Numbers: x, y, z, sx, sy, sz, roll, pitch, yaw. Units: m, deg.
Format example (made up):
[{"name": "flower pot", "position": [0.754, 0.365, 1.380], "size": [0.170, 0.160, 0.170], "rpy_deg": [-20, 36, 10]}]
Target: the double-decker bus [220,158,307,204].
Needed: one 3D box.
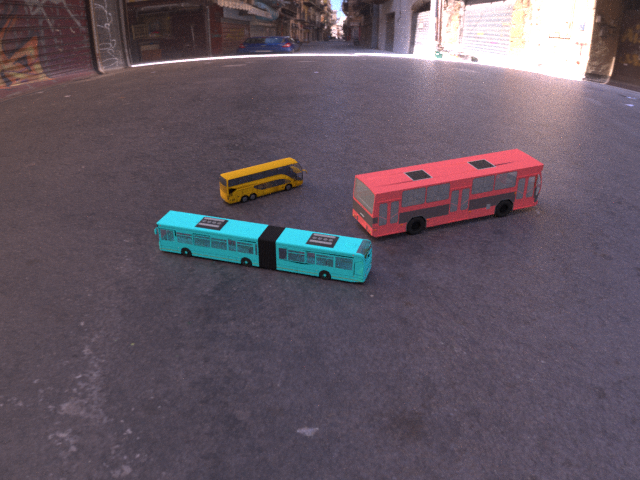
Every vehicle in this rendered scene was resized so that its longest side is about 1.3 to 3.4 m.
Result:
[{"name": "double-decker bus", "position": [-1.043, -1.111, 12.930], "size": [1.672, 0.541, 0.389], "rpy_deg": [-18, 34, -28]}]

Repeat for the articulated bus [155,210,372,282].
[{"name": "articulated bus", "position": [-0.907, 0.083, 10.787], "size": [3.401, 0.561, 0.605], "rpy_deg": [9, 30, 15]}]

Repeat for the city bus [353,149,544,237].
[{"name": "city bus", "position": [2.208, -0.799, 12.015], "size": [3.255, 0.894, 0.926], "rpy_deg": [-11, 31, -19]}]
